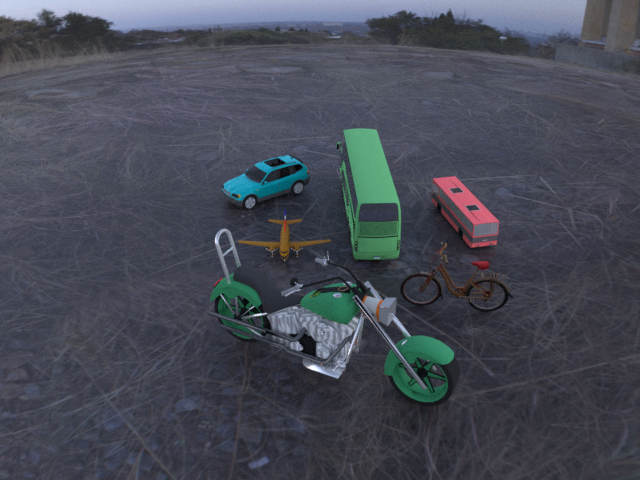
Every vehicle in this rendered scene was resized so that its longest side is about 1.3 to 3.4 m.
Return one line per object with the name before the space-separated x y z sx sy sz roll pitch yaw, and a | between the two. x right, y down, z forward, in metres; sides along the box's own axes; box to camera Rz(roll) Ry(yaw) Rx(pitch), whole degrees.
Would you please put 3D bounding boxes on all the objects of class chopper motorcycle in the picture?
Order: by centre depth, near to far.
chopper motorcycle | 0.082 0.839 7.782 3.040 1.480 0.906 14 33 23

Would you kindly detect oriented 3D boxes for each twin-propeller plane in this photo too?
twin-propeller plane | -0.524 -0.058 10.438 1.370 0.407 1.095 -1 30 -1

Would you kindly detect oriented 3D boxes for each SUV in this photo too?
SUV | -0.920 -1.028 11.965 1.572 0.580 0.656 -20 35 -31

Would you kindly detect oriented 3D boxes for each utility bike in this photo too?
utility bike | 1.743 0.527 8.869 1.435 0.946 0.535 4 30 8

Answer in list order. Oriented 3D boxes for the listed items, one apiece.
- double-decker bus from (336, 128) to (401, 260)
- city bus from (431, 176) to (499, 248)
double-decker bus | 0.740 -0.853 11.181 0.756 1.052 3.251 -1 30 -2
city bus | 2.257 -0.447 11.067 0.476 0.460 1.674 -7 30 -12
